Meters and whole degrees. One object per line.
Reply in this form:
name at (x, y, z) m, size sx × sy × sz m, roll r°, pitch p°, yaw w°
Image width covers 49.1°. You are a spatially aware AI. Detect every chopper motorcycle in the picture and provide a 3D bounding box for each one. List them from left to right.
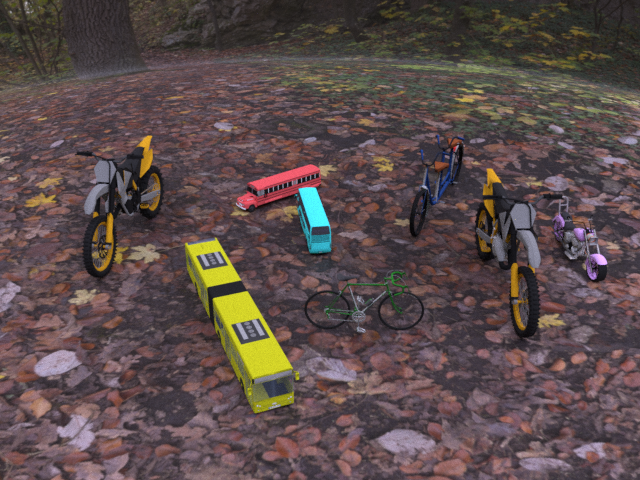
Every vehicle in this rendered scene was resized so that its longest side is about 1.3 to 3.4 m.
chopper motorcycle at (3.944, -0.030, 10.623) m, size 0.466 × 0.761 × 1.563 m, roll -4°, pitch 28°, yaw -7°

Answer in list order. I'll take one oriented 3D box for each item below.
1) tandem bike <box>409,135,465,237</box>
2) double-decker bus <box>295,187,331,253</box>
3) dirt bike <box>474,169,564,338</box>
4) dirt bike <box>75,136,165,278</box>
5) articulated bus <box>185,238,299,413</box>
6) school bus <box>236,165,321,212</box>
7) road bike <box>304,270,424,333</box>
tandem bike at (2.101, -1.186, 12.186) m, size 0.550 × 1.326 × 3.192 m, roll 12°, pitch 30°, yaw 21°
double-decker bus at (-0.118, -0.361, 11.474) m, size 0.389 × 0.541 × 1.672 m, roll -4°, pitch 28°, yaw -8°
dirt bike at (2.584, -0.005, 9.615) m, size 1.024 × 1.666 × 2.903 m, roll -1°, pitch 28°, yaw -1°
dirt bike at (-3.032, -0.692, 10.900) m, size 1.024 × 1.666 × 2.903 m, roll 4°, pitch 28°, yaw 8°
articulated bus at (-1.128, 0.943, 9.014) m, size 0.605 × 0.561 × 3.401 m, roll -11°, pitch 30°, yaw -19°
school bus at (-0.746, -0.947, 12.685) m, size 1.708 × 0.434 × 0.365 m, roll -21°, pitch 34°, yaw -34°
road bike at (0.571, 0.797, 8.980) m, size 1.545 × 0.852 × 0.358 m, roll 1°, pitch 28°, yaw 1°
